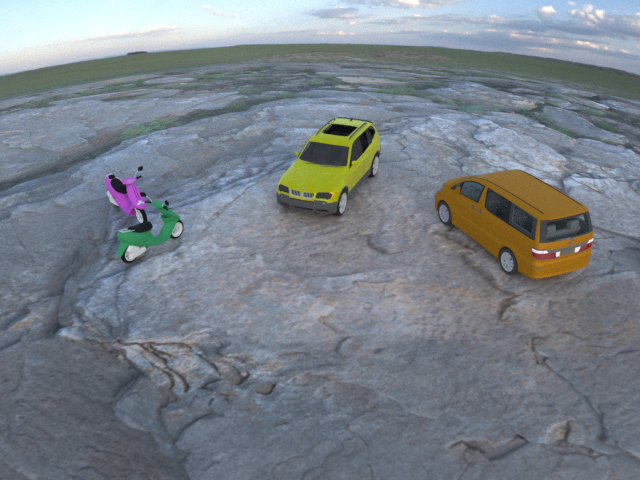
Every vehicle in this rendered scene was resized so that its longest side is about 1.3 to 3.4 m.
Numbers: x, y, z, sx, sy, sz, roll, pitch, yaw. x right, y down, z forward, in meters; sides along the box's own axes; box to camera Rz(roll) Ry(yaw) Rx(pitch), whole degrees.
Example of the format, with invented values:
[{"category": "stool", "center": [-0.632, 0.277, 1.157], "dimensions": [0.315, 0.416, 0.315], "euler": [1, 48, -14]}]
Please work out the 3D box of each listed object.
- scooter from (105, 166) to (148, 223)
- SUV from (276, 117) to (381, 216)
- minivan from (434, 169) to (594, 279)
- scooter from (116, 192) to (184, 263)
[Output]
[{"category": "scooter", "center": [-3.484, -0.866, 12.510], "dimensions": [0.662, 0.919, 1.399], "euler": [-23, 36, -35]}, {"category": "SUV", "center": [0.238, -1.492, 13.436], "dimensions": [1.276, 1.128, 3.058], "euler": [11, 31, 19]}, {"category": "minivan", "center": [3.073, -0.480, 11.517], "dimensions": [1.324, 1.197, 3.011], "euler": [-12, 31, -20]}, {"category": "scooter", "center": [-2.755, -0.233, 11.354], "dimensions": [0.662, 0.919, 1.399], "euler": [19, 34, 31]}]
